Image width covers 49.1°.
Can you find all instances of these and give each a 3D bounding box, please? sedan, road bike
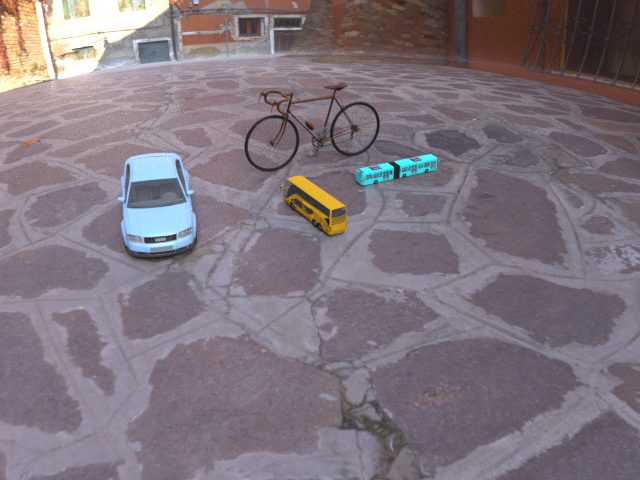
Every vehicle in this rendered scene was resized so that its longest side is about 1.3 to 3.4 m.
[{"bbox_3d":[-2.780,-0.762,11.898,1.235,0.940,3.137,-7,30,-12],"label":"sedan"},{"bbox_3d":[-0.102,-2.298,13.926,3.004,1.656,0.697,-13,32,-23],"label":"road bike"}]

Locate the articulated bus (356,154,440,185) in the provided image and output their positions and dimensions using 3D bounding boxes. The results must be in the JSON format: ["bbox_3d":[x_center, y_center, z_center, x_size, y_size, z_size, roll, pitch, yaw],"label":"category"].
[{"bbox_3d":[1.519,-1.376,13.674,1.749,0.289,0.311,-14,32,-23],"label":"articulated bus"}]

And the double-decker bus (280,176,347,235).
[{"bbox_3d":[-0.120,-0.629,12.070,0.389,0.541,1.672,-17,33,-27],"label":"double-decker bus"}]
